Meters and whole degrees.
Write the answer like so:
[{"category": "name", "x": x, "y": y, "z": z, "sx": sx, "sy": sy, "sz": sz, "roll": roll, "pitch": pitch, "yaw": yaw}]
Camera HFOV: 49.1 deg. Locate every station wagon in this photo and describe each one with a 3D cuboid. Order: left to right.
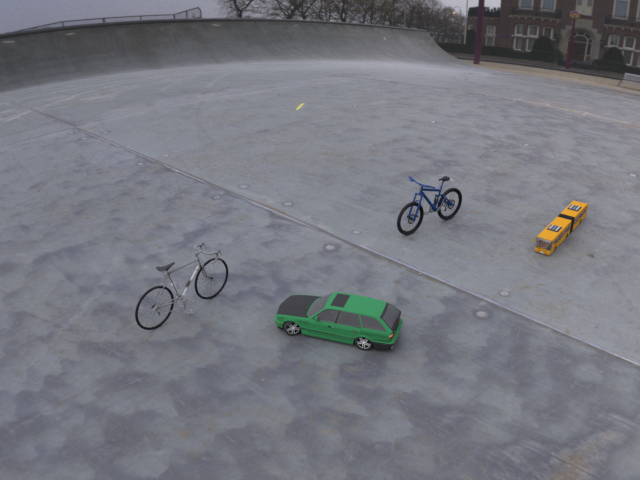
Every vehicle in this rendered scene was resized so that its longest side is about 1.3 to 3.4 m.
[{"category": "station wagon", "x": 0.221, "y": 0.948, "z": 8.820, "sx": 1.597, "sy": 0.473, "sz": 0.682, "roll": 9, "pitch": 29, "yaw": 17}]

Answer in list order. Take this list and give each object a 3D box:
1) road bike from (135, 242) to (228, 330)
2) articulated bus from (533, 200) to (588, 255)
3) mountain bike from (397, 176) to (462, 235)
[{"category": "road bike", "x": -1.777, "y": 0.580, "z": 9.114, "sx": 0.358, "sy": 0.852, "sz": 1.545, "roll": 22, "pitch": 35, "yaw": 35}, {"category": "articulated bus", "x": 3.894, "y": -0.221, "z": 11.247, "sx": 0.311, "sy": 0.289, "sz": 1.749, "roll": 19, "pitch": 33, "yaw": 32}, {"category": "mountain bike", "x": 1.803, "y": -0.610, "z": 11.365, "sx": 1.469, "sy": 0.868, "sz": 0.573, "roll": -20, "pitch": 34, "yaw": -33}]
